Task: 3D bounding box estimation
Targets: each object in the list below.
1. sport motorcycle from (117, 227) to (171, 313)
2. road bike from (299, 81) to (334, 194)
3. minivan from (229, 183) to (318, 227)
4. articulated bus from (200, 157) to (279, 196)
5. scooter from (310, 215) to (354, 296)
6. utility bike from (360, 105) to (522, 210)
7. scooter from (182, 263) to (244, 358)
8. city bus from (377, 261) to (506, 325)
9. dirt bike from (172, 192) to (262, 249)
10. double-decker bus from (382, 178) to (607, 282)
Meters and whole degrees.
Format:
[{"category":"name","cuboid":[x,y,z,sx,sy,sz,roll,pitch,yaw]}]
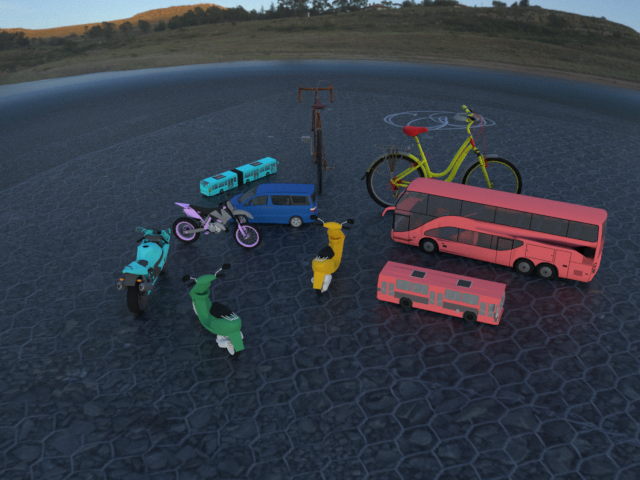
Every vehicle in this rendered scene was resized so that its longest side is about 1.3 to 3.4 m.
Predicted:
[{"category":"sport motorcycle","cuboid":[-2.419,0.373,9.825,0.506,0.821,1.520,3,28,5]},{"category":"road bike","cuboid":[-0.048,-2.084,13.635,0.697,1.656,3.004,-1,28,-2]},{"category":"minivan","cuboid":[-0.819,-0.622,11.955,1.548,0.616,0.681,2,28,3]},{"category":"articulated bus","cuboid":[-1.535,-1.231,13.478,0.311,0.289,1.749,24,36,38]},{"category":"scooter","cuboid":[0.134,0.146,10.153,0.662,0.919,1.399,7,28,13]},{"category":"utility bike","cuboid":[2.102,-1.382,12.090,2.791,1.839,1.039,3,28,6]},{"category":"scooter","cuboid":[-1.330,0.839,8.823,0.662,0.919,1.399,-16,32,-29]},{"category":"city bus","cuboid":[1.639,0.728,9.533,1.674,0.460,0.476,11,29,20]},{"category":"dirt bike","cuboid":[-1.640,-0.282,11.042,1.493,0.857,0.527,5,28,10]},{"category":"double-decker bus","cuboid":[2.597,-0.203,10.679,3.251,1.052,0.756,13,30,23]}]
